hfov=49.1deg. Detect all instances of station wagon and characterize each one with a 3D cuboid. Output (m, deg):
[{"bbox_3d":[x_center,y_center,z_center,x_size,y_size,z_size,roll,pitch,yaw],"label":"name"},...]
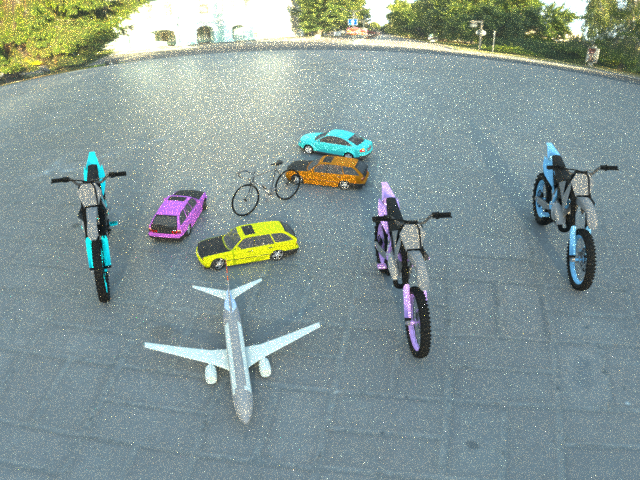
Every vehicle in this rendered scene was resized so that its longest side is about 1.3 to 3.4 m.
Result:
[{"bbox_3d":[-2.418,-0.520,12.031,0.682,0.473,1.597,4,30,7],"label":"station wagon"},{"bbox_3d":[-1.160,0.046,11.056,1.597,0.473,0.682,-9,31,-16],"label":"station wagon"},{"bbox_3d":[0.127,-1.344,13.449,1.597,0.473,0.682,7,31,12],"label":"station wagon"}]

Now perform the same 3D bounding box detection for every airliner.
[{"bbox_3d":[-1.057,1.201,8.708,2.257,0.835,2.541,-6,31,-9],"label":"airliner"}]

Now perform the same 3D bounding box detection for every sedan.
[{"bbox_3d":[0.311,-2.040,14.638,1.613,0.483,0.635,14,33,23],"label":"sedan"}]

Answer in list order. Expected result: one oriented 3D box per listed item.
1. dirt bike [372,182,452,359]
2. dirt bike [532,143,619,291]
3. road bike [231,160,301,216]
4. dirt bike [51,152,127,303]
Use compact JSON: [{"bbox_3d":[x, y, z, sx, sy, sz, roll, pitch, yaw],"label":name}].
[{"bbox_3d":[1.123,0.230,9.552,1.024,1.666,2.903,-4,30,-6],"label":"dirt bike"},{"bbox_3d":[3.819,-0.529,10.860,1.024,1.666,2.903,0,30,1],"label":"dirt bike"},{"bbox_3d":[-0.942,-0.962,12.415,1.545,0.852,0.358,-24,38,-35],"label":"road bike"},{"bbox_3d":[-3.350,-0.360,10.568,1.024,1.666,2.903,-8,31,-13],"label":"dirt bike"}]
